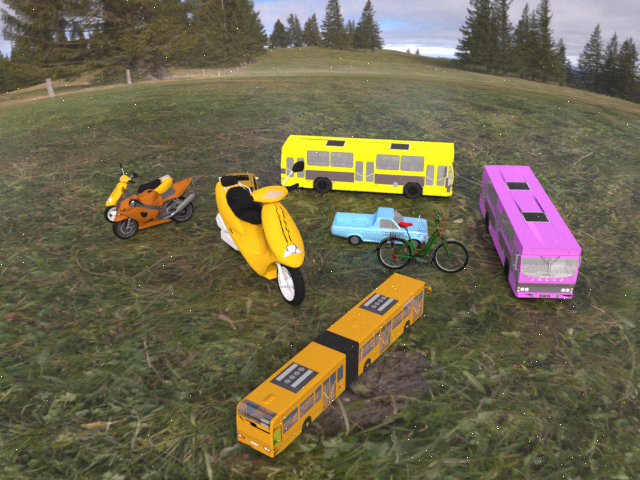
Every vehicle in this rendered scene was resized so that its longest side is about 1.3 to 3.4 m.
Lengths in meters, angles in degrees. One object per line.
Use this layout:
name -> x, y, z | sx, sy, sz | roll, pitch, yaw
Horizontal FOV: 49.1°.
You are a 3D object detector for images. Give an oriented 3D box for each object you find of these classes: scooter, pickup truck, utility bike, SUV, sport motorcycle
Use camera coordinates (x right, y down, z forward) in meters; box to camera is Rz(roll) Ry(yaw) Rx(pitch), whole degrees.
scooter -> -0.925, -0.305, 10.254 | 1.288, 1.786, 2.721 | -15, 30, -27
pickup truck -> 0.993, -0.238, 11.555 | 1.603, 0.511, 0.640 | 4, 27, 8
utility bike -> 1.531, 0.021, 10.543 | 1.435, 0.946, 0.535 | 4, 27, 7
scooter -> -3.182, -0.865, 12.360 | 1.399, 0.919, 0.662 | -20, 32, -34
SUV -> -1.452, -0.956, 12.924 | 0.656, 0.580, 1.572 | -4, 27, -8
sport motorcycle -> -2.812, -0.548, 11.831 | 1.520, 0.821, 0.506 | -20, 33, -35

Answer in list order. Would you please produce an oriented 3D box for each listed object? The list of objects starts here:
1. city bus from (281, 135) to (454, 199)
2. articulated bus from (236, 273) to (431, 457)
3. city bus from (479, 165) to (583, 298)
city bus -> 0.917, -1.403, 13.471 | 3.255, 0.894, 0.926 | 4, 27, 8
articulated bus -> 0.289, 1.332, 8.332 | 0.605, 0.561, 3.401 | 17, 31, 30
city bus -> 3.198, -0.205, 11.056 | 0.926, 0.894, 3.255 | 1, 26, 2
